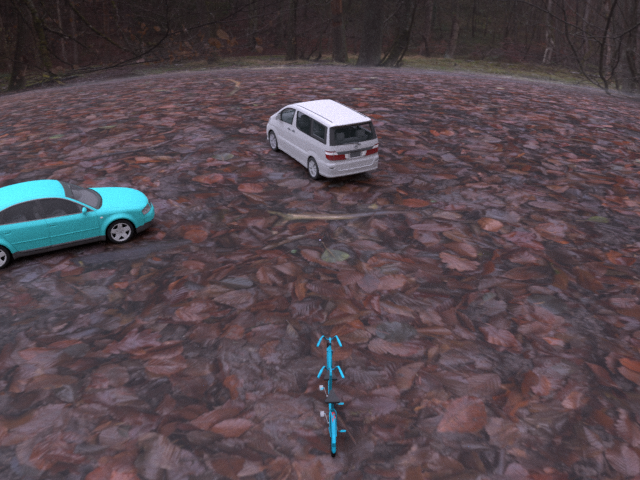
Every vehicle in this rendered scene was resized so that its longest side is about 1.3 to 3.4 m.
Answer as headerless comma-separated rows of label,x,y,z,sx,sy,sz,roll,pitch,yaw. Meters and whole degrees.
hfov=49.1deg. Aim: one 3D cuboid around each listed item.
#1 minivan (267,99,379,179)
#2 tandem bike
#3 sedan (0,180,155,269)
minivan,-0.037,-2.135,13.861,1.324,1.197,3.011,-13,29,-24
tandem bike,0.110,1.490,7.167,0.283,0.682,1.642,0,27,-1
sedan,-4.118,-0.391,10.651,3.137,0.940,1.235,-13,29,-25
